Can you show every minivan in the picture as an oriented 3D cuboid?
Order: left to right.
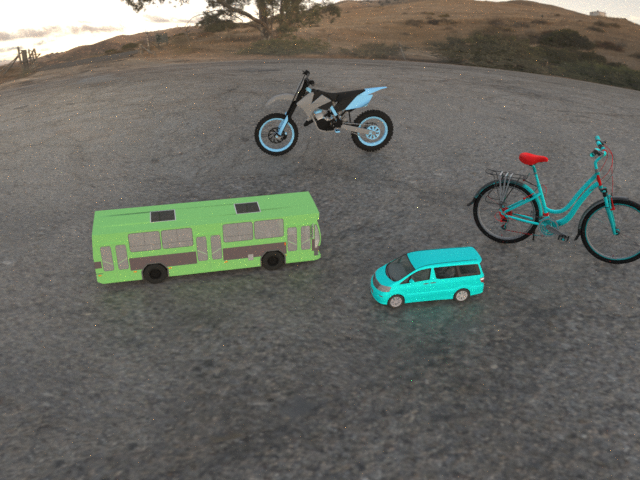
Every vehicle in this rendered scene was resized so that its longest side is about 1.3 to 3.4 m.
[{"bbox_3d":[1.486,0.495,9.759,1.548,0.616,0.681,-4,29,-8],"label":"minivan"}]

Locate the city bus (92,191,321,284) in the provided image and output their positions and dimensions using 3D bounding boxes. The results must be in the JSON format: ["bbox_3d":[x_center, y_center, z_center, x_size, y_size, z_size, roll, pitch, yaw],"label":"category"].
[{"bbox_3d":[-1.654,-0.020,10.417,3.255,0.894,0.926,-6,29,-11],"label":"city bus"}]

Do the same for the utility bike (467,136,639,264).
[{"bbox_3d":[3.675,-0.683,10.650,2.791,1.839,1.039,12,31,21],"label":"utility bike"}]

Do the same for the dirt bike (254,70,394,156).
[{"bbox_3d":[0.098,-2.536,14.259,2.903,1.666,1.024,-4,29,-7],"label":"dirt bike"}]
